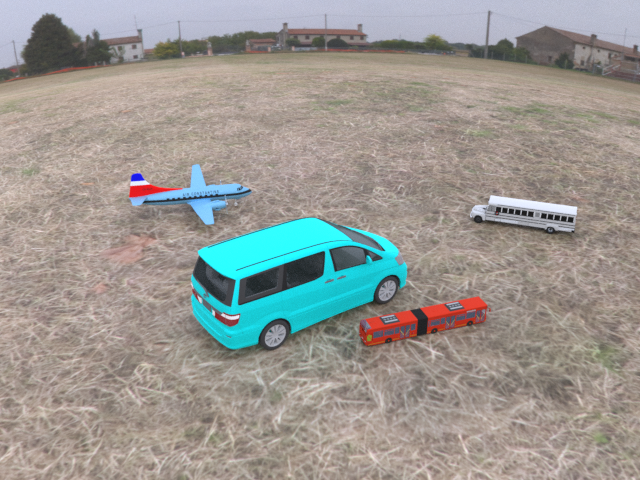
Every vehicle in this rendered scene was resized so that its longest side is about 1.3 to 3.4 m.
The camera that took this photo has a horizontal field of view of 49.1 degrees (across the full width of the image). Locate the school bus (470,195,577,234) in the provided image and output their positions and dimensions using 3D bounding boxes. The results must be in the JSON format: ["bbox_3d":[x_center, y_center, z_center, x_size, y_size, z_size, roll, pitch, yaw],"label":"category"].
[{"bbox_3d":[3.414,-0.440,11.786,1.708,0.434,0.365,9,29,17],"label":"school bus"}]

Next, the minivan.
[{"bbox_3d":[-0.190,0.407,9.345,3.011,1.197,1.324,-18,33,-31],"label":"minivan"}]

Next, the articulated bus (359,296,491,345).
[{"bbox_3d":[1.366,1.049,9.097,1.749,0.289,0.311,-9,29,-17],"label":"articulated bus"}]

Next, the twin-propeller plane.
[{"bbox_3d":[-2.250,-0.877,12.237,2.129,0.792,2.663,-7,28,-12],"label":"twin-propeller plane"}]
